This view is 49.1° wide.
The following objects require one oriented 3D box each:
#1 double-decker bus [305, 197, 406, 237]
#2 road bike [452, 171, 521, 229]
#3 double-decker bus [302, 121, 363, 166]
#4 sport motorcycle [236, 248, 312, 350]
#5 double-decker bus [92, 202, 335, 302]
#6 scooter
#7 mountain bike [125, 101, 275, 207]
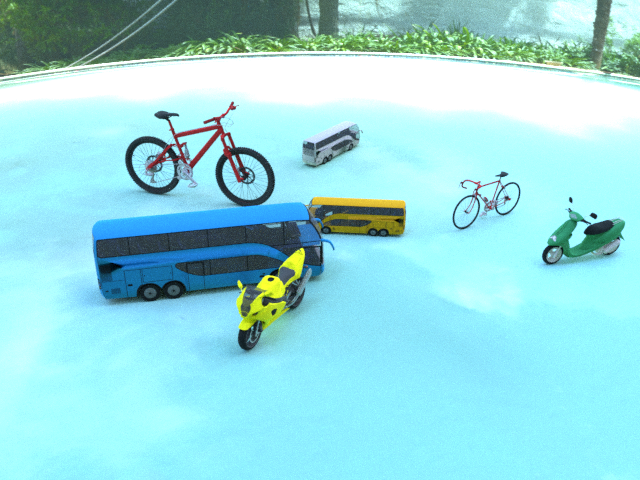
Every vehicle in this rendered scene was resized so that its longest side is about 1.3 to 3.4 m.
[{"bbox_3d":[0.546,-0.387,11.304,1.672,0.541,0.389,3,28,5],"label":"double-decker bus"},{"bbox_3d":[2.774,-0.686,11.532,1.545,0.852,0.358,-17,33,-29],"label":"road bike"},{"bbox_3d":[0.258,-1.991,14.279,0.389,0.541,1.672,19,34,31],"label":"double-decker bus"},{"bbox_3d":[-0.597,0.744,8.913,0.506,0.821,1.520,15,32,25],"label":"sport motorcycle"},{"bbox_3d":[-1.459,0.135,9.797,3.251,1.052,0.756,-6,29,-11],"label":"double-decker bus"},{"bbox_3d":[3.967,-0.122,10.415,1.399,0.919,0.662,-8,29,-15],"label":"scooter"},{"bbox_3d":[-2.132,-1.462,12.090,2.857,1.688,1.114,9,29,15],"label":"mountain bike"}]
